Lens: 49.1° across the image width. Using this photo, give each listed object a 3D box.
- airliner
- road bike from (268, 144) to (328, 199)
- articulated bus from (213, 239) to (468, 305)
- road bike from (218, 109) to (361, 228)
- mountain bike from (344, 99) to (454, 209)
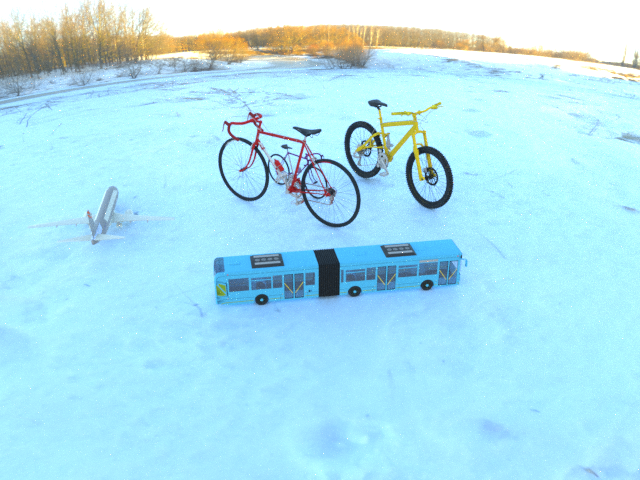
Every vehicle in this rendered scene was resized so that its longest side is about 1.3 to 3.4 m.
[{"bbox_3d":[-3.486,-0.565,11.239,2.257,0.835,2.541,-4,27,-7],"label":"airliner"},{"bbox_3d":[-0.424,-1.276,12.641,1.545,0.852,0.358,23,35,38],"label":"road bike"},{"bbox_3d":[0.273,0.434,9.551,3.401,0.561,0.605,-4,27,-9],"label":"articulated bus"},{"bbox_3d":[-0.588,-1.207,11.607,3.004,1.656,0.697,18,32,31],"label":"road bike"},{"bbox_3d":[1.335,-1.653,12.461,1.114,1.688,2.857,-18,32,-32],"label":"mountain bike"}]
